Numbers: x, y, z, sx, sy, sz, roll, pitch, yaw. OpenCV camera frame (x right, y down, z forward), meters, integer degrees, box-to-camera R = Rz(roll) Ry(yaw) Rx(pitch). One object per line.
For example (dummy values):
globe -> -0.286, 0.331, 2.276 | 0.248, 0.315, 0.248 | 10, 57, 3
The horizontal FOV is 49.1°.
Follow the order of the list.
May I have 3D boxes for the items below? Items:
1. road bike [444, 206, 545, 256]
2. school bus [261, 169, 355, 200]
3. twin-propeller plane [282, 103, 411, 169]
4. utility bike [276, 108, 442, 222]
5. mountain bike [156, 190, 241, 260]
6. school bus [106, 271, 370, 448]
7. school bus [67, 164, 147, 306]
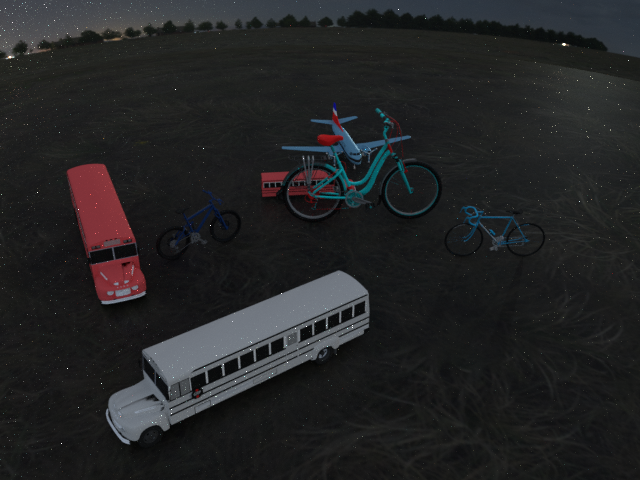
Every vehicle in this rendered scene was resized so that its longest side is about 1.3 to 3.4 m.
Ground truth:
road bike -> 2.688, -0.114, 10.701 | 1.545, 0.852, 0.358 | 0, 30, 0
school bus -> -0.210, -1.014, 12.653 | 1.708, 0.434, 0.365 | -3, 31, -6
twin-propeller plane -> 0.504, -2.105, 14.163 | 2.663, 0.792, 2.129 | -7, 31, -11
utility bike -> 0.651, -1.198, 11.577 | 2.791, 1.839, 1.039 | -2, 30, -3
mountain bike -> -1.874, -0.220, 10.866 | 1.469, 0.868, 0.573 | -20, 36, -30
school bus -> -0.890, 1.322, 8.255 | 3.322, 0.844, 0.709 | -20, 36, -31
school bus -> -3.334, -0.163, 10.793 | 0.709, 0.844, 3.322 | -12, 33, -20
